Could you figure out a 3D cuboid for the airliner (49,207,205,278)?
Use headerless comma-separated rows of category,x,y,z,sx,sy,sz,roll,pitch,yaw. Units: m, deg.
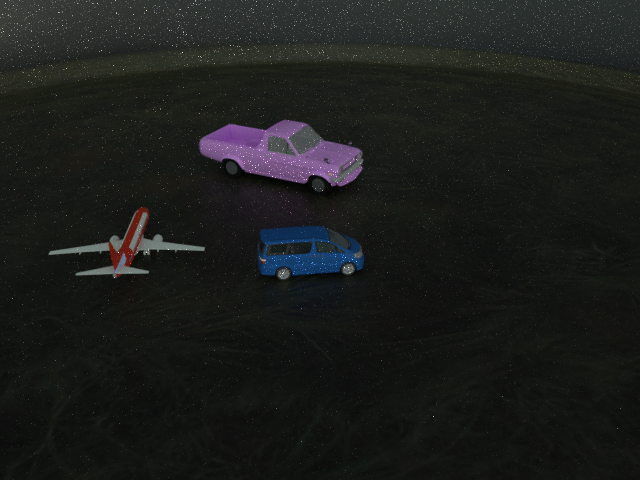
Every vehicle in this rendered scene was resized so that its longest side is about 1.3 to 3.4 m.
airliner,-2.853,-0.135,10.485,2.257,0.835,2.541,-1,28,-3

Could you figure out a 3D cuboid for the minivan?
minivan,-0.130,0.147,10.180,1.548,0.616,0.681,-4,28,-8

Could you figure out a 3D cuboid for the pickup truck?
pickup truck,-0.758,-1.719,13.361,3.117,0.993,1.244,13,30,24
